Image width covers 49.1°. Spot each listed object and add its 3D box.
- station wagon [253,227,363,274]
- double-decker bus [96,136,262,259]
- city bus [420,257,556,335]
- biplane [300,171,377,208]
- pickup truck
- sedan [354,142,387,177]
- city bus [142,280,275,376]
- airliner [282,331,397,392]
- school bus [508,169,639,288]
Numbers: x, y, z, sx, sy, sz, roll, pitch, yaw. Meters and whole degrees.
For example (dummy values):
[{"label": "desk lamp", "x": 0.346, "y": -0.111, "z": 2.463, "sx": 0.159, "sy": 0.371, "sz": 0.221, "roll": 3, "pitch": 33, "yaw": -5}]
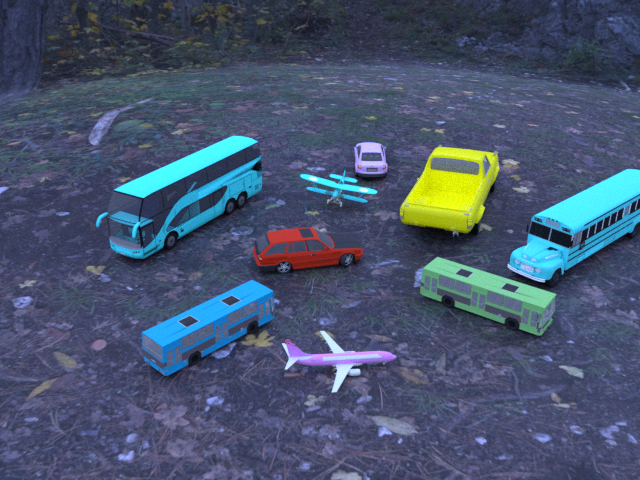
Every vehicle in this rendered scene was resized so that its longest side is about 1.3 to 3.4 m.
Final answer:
[{"label": "station wagon", "x": -0.166, "y": 0.099, "z": 10.224, "sx": 1.597, "sy": 0.473, "sz": 0.682, "roll": -6, "pitch": 27, "yaw": -12}, {"label": "double-decker bus", "x": -2.096, "y": -0.732, "z": 11.234, "sx": 0.756, "sy": 1.052, "sz": 3.251, "roll": 15, "pitch": 30, "yaw": 27}, {"label": "city bus", "x": 2.130, "y": 0.720, "z": 9.006, "sx": 1.674, "sy": 0.460, "sz": 0.476, "roll": 18, "pitch": 32, "yaw": 32}, {"label": "biplane", "x": 0.352, "y": -0.901, "z": 12.179, "sx": 1.336, "sy": 0.504, "sz": 1.090, "roll": 5, "pitch": 27, "yaw": 11}, {"label": "pickup truck", "x": 2.255, "y": -0.968, "z": 11.767, "sx": 1.244, "sy": 0.993, "sz": 3.117, "roll": 10, "pitch": 28, "yaw": 18}, {"label": "sedan", "x": 0.985, "y": -1.647, "z": 13.684, "sx": 0.635, "sy": 0.483, "sz": 1.613, "roll": 1, "pitch": 27, "yaw": 1}, {"label": "city bus", "x": -1.292, "y": 1.038, "z": 8.374, "sx": 0.476, "sy": 0.460, "sz": 1.674, "roll": 23, "pitch": 35, "yaw": 38}, {"label": "airliner", "x": 0.234, "y": 1.271, "z": 7.946, "sx": 1.307, "sy": 0.429, "sz": 1.161, "roll": -3, "pitch": 27, "yaw": -6}, {"label": "school bus", "x": 4.032, "y": -0.244, "z": 10.495, "sx": 3.322, "sy": 0.844, "sz": 0.709, "roll": -22, "pitch": 34, "yaw": -37}]
